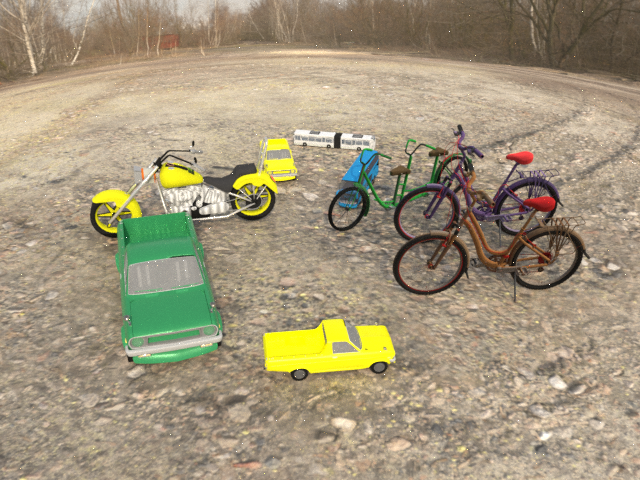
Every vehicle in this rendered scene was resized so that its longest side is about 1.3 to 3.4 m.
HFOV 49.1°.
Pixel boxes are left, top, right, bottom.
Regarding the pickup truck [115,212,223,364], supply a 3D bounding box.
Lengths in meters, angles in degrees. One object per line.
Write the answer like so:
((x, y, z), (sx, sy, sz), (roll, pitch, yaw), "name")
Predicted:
((-2.123, 0.444, 9.482), (1.244, 0.993, 3.117), (-8, 30, -14), "pickup truck")

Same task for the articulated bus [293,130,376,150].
((0.294, -2.116, 14.841), (1.749, 0.289, 0.311), (6, 30, 11), "articulated bus")

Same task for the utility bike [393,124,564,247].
((2.538, -0.746, 10.761), (2.791, 1.839, 1.039), (-4, 29, -8), "utility bike")

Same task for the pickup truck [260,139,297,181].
((-0.839, -1.638, 13.747), (0.640, 0.511, 1.603), (-4, 29, -8), "pickup truck")

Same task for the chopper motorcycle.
((-2.195, -0.860, 11.337), (3.040, 1.480, 0.906), (-6, 30, -11), "chopper motorcycle")

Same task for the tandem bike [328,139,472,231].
((1.444, -1.068, 11.872), (3.192, 1.326, 0.550), (-19, 34, -30), "tandem bike")

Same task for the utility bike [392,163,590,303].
((2.392, 0.007, 9.397), (2.791, 1.839, 1.039), (-2, 29, -4), "utility bike")

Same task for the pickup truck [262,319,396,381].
((0.103, 1.280, 8.467), (1.603, 0.511, 0.640), (-4, 29, -7), "pickup truck")

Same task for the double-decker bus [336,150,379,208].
((0.717, -1.114, 12.767), (0.389, 0.541, 1.672), (9, 30, 16), "double-decker bus")
